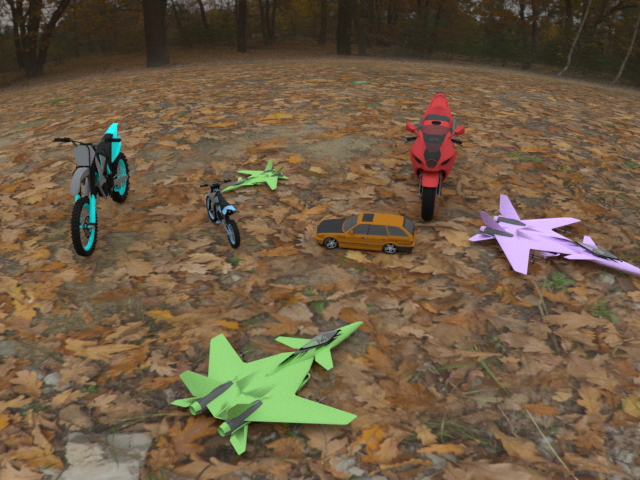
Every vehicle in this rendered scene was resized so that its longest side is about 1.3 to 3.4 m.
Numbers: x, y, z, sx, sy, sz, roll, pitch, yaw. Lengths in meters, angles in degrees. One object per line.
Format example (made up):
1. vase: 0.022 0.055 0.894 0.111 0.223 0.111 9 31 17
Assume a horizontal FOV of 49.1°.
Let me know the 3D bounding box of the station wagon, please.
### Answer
1. station wagon: 0.722 -0.153 11.120 1.597 0.473 0.682 4 28 8

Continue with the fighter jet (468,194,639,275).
1. fighter jet: 3.750 -0.001 10.745 2.640 0.557 2.229 20 34 33

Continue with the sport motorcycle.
1. sport motorcycle: 2.046 -1.557 12.570 0.983 1.596 2.955 5 28 10

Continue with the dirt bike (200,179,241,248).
1. dirt bike: -1.604 -0.485 11.338 0.527 0.857 1.493 -13 31 -23

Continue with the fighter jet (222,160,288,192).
1. fighter jet: -1.304 -1.174 13.246 1.358 0.286 1.147 -22 35 -36

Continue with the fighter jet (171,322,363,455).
1. fighter jet: -0.342 1.369 8.163 2.229 0.557 2.640 23 36 37

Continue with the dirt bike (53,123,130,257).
1. dirt bike: -3.580 -0.988 11.423 1.024 1.666 2.903 0 28 0
